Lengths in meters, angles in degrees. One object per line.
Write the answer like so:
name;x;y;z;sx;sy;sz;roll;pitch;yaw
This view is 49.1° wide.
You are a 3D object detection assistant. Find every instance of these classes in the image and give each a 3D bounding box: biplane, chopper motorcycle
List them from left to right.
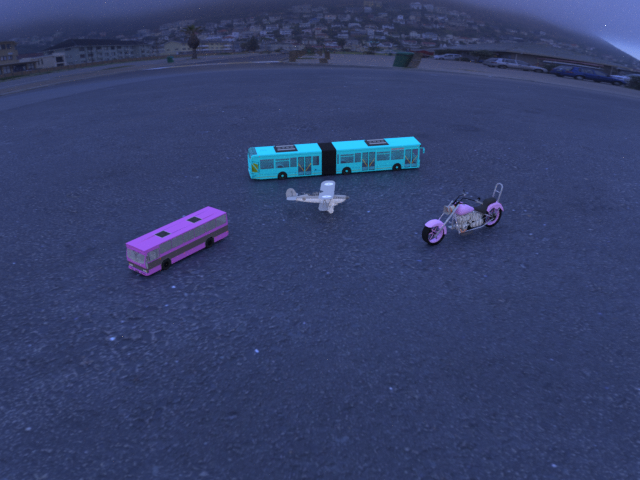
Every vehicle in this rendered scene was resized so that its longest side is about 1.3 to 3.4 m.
biplane;-0.037;-0.731;11.997;1.090;0.504;1.336;1;27;3
chopper motorcycle;2.283;-0.415;11.081;1.563;0.761;0.466;-14;30;-26

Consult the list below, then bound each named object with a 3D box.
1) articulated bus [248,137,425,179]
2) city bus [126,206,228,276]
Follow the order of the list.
articulated bus;0.314;-1.600;13.665;3.401;0.561;0.605;-5;27;-10
city bus;-2.119;0.010;10.571;0.476;0.460;1.674;19;32;33
